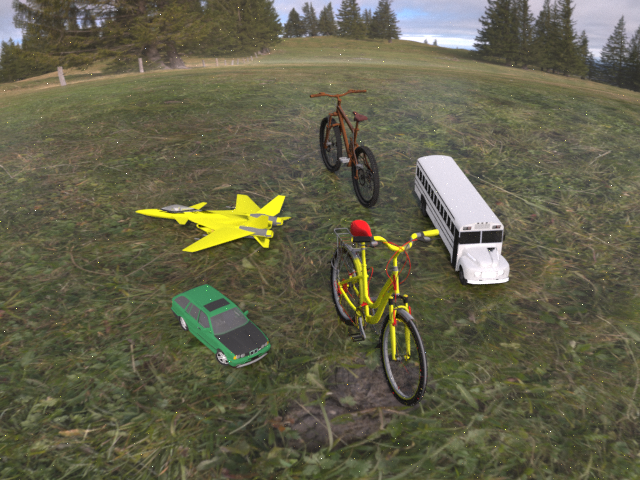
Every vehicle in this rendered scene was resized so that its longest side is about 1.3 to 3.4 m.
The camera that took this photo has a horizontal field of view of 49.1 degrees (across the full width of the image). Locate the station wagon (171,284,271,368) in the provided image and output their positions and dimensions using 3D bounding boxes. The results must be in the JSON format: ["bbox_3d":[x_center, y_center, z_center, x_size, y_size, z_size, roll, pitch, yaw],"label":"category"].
[{"bbox_3d":[-1.273,1.028,8.858,0.682,0.473,1.597,-20,34,-34],"label":"station wagon"}]

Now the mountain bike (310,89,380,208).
[{"bbox_3d":[0.505,-1.764,12.903,1.114,1.688,2.857,-9,29,-17],"label":"mountain bike"}]

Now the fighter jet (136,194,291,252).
[{"bbox_3d":[-1.909,-0.469,11.641,2.640,0.557,2.229,8,29,15],"label":"fighter jet"}]

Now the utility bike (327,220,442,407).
[{"bbox_3d":[0.711,0.558,8.283,1.039,1.839,2.791,-10,29,-18],"label":"utility bike"}]

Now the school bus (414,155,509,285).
[{"bbox_3d":[2.209,-0.386,11.171,0.709,0.844,3.322,-3,28,-5],"label":"school bus"}]
